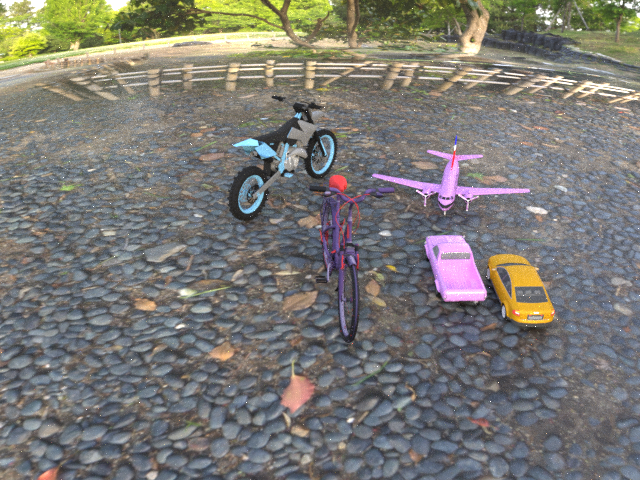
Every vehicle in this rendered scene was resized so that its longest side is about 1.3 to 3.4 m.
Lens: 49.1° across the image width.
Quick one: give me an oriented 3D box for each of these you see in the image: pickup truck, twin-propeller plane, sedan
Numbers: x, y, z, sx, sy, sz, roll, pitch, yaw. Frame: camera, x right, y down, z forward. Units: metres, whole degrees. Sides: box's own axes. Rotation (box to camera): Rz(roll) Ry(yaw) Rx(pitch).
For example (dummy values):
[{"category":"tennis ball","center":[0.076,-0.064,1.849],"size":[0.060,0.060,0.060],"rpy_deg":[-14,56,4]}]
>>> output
[{"category":"pickup truck","center":[1.874,0.345,9.796],"size":[0.640,0.511,1.603],"rpy_deg":[-1,30,-1]},{"category":"twin-propeller plane","center":[2.255,-1.121,12.097],"size":[2.663,0.792,2.129],"rpy_deg":[7,30,12]},{"category":"sedan","center":[2.671,0.585,9.401],"size":[0.635,0.483,1.613],"rpy_deg":[0,30,-1]}]

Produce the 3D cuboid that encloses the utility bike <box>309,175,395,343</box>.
[{"category":"utility bike","center":[0.341,-0.041,9.132],"size":[1.039,1.839,2.791],"rpy_deg":[-4,30,-6]}]

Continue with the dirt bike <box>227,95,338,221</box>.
[{"category":"dirt bike","center":[-0.573,-1.483,11.850],"size":[1.024,1.666,2.903],"rpy_deg":[20,35,31]}]
